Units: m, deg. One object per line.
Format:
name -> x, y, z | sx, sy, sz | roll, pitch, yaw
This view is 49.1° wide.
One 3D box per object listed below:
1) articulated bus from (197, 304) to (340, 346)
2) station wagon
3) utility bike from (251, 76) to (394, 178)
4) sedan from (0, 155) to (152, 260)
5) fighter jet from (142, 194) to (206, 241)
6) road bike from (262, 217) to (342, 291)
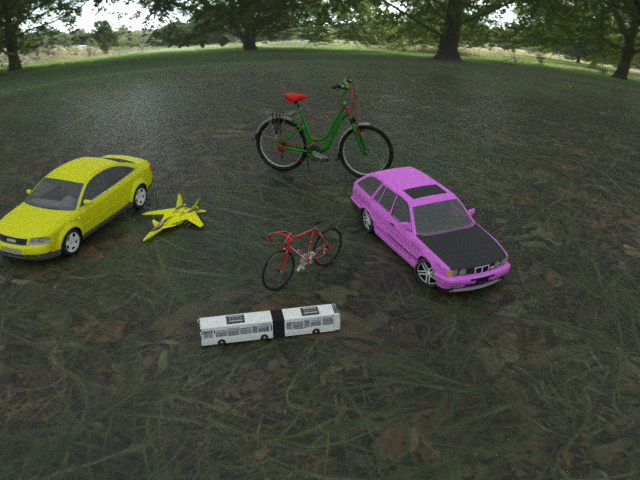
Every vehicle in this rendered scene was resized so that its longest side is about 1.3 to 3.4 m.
articulated bus -> -0.627, 1.047, 8.691 | 1.749, 0.289, 0.311 | -5, 28, -10
station wagon -> 1.589, -0.299, 10.584 | 1.327, 0.920, 3.105 | -11, 30, -20
utility bike -> 0.041, -2.131, 13.095 | 2.791, 1.839, 1.039 | 7, 28, 14
sedan -> -3.915, -0.692, 11.314 | 1.235, 0.940, 3.137 | 10, 29, 18
fighter jet -> -2.465, -0.350, 11.365 | 1.147, 0.286, 1.358 | 12, 30, 21
road bike -> -0.229, 0.147, 9.805 | 1.545, 0.852, 0.358 | -25, 36, -39
